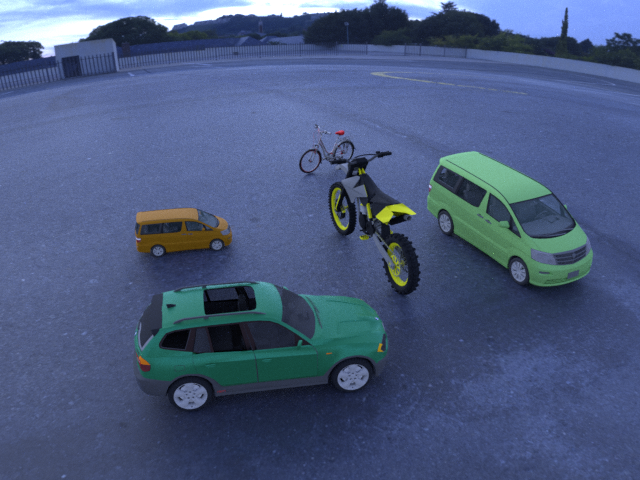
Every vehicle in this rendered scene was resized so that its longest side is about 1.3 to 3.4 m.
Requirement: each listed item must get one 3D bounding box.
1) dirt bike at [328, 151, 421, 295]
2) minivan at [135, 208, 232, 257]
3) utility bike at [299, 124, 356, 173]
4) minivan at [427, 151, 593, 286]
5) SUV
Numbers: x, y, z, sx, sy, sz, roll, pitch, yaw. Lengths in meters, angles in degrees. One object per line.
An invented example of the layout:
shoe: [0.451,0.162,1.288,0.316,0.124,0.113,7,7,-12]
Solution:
dirt bike: [0.753,-0.417,10.754,1.024,1.666,2.903,-11,30,-21]
minivan: [-2.221,-0.172,11.413,1.548,0.616,0.681,-6,28,-11]
utility bike: [0.202,-1.877,14.279,1.435,0.946,0.535,-18,33,-30]
minivan: [2.995,-0.399,11.221,1.324,1.197,3.011,-14,31,-24]
SUV: [-0.694,1.131,8.407,3.058,1.128,1.276,-5,28,-9]
